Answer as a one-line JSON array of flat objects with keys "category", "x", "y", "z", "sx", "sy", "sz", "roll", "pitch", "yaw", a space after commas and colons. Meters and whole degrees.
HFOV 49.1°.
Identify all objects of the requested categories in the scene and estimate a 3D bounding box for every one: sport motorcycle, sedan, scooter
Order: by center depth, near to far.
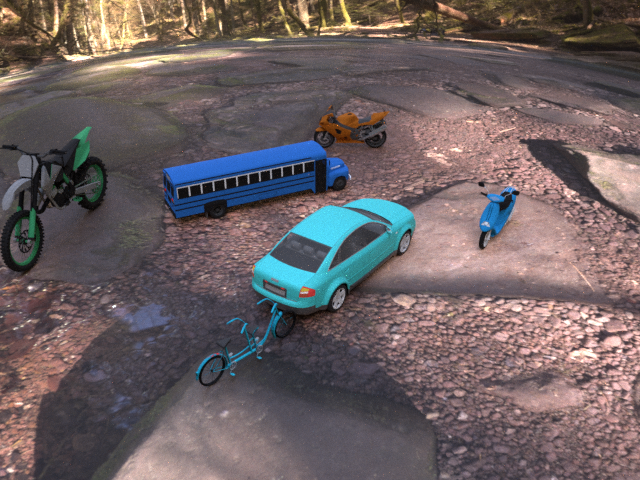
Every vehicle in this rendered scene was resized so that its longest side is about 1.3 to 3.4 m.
[{"category": "sedan", "x": 0.304, "y": 0.024, "z": 10.199, "sx": 1.235, "sy": 0.940, "sz": 3.137, "roll": 21, "pitch": 36, "yaw": 30}, {"category": "scooter", "x": 2.831, "y": -0.501, "z": 11.101, "sx": 0.662, "sy": 0.919, "sz": 1.399, "roll": 18, "pitch": 35, "yaw": 27}, {"category": "sport motorcycle", "x": 0.628, "y": -2.254, "z": 14.138, "sx": 1.520, "sy": 0.821, "sz": 0.506, "roll": 0, "pitch": 31, "yaw": 0}]

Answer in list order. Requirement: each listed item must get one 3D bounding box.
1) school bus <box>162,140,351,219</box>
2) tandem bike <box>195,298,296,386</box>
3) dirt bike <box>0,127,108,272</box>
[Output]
[{"category": "school bus", "x": -1.014, "y": -1.086, "z": 12.155, "sx": 3.322, "sy": 0.844, "sz": 0.709, "roll": -14, "pitch": 34, "yaw": -22}, {"category": "tandem bike", "x": -0.869, "y": 1.187, "z": 8.498, "sx": 0.283, "sy": 0.682, "sz": 1.642, "roll": 25, "pitch": 39, "yaw": 35}, {"category": "dirt bike", "x": -4.099, "y": -0.795, "z": 10.864, "sx": 1.024, "sy": 1.666, "sz": 2.903, "roll": 7, "pitch": 31, "yaw": 11}]
